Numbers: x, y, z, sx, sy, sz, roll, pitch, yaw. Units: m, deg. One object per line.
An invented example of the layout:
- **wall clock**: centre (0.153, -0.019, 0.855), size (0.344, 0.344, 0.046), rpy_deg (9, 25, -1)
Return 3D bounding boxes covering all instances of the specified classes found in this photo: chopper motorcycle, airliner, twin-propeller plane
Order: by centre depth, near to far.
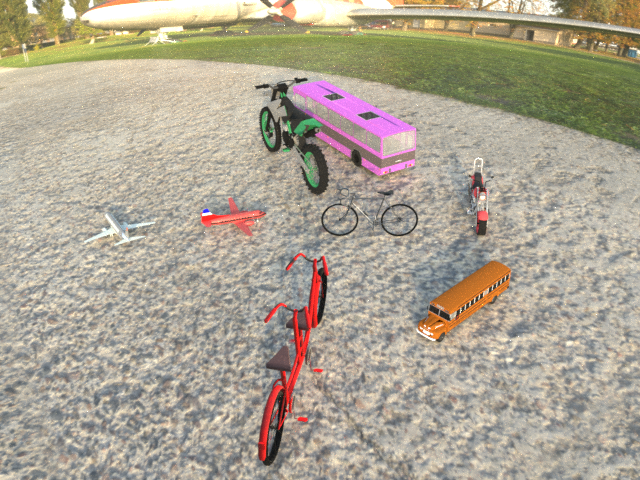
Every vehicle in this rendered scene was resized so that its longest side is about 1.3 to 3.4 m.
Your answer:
- **airliner**: centre (-3.270, -0.276, 11.255), size (1.161, 0.429, 1.307), rpy_deg (-18, 36, -27)
- **twin-propeller plane**: centre (-1.409, -0.406, 11.490), size (1.095, 0.407, 1.370), rpy_deg (-11, 33, -17)
- **chopper motorcycle**: centre (2.664, -0.732, 11.685), size (0.466, 0.761, 1.563), rpy_deg (3, 32, 5)

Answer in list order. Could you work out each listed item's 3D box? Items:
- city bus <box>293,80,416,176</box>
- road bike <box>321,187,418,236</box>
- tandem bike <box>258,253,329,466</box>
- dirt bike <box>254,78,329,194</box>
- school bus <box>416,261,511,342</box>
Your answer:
- **city bus**: centre (0.601, -2.277, 14.088), size (0.926, 0.894, 3.255), rpy_deg (-18, 36, -27)
- **road bike**: centre (0.791, -0.426, 11.096), size (1.545, 0.852, 0.358), rpy_deg (0, 31, 1)
- **tandem bike**: centre (-0.258, 1.134, 8.085), size (0.550, 1.326, 3.192), rpy_deg (6, 32, 10)
- **dirt bike**: centre (-0.558, -2.043, 12.964), size (1.024, 1.666, 2.903), rpy_deg (-14, 34, -22)
- **school bus**: centre (1.955, 0.814, 9.464), size (1.708, 0.434, 0.365), rpy_deg (-27, 40, -37)
